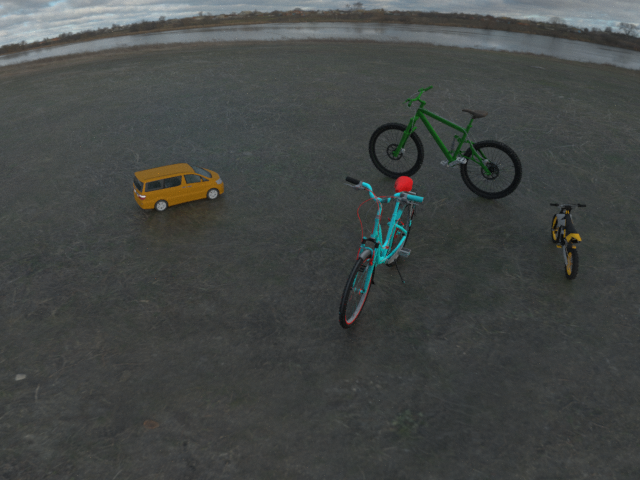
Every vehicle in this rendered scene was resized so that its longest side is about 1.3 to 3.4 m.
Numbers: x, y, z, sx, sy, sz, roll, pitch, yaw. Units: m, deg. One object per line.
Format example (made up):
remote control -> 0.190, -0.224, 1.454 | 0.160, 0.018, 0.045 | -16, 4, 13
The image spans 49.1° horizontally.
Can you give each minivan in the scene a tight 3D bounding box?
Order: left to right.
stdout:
minivan -> -2.462, -0.986, 12.251 | 1.548, 0.616, 0.681 | -15, 34, -24

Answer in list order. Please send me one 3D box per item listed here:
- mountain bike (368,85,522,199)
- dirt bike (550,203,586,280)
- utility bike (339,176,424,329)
mountain bike -> 2.185, -1.686, 12.382 | 2.857, 1.688, 1.114 | 15, 34, 24
dirt bike -> 3.680, -0.084, 10.487 | 0.527, 0.857, 1.493 | 2, 31, 4
utility bike -> 0.946, -0.067, 9.491 | 1.039, 1.839, 2.791 | 13, 33, 21
